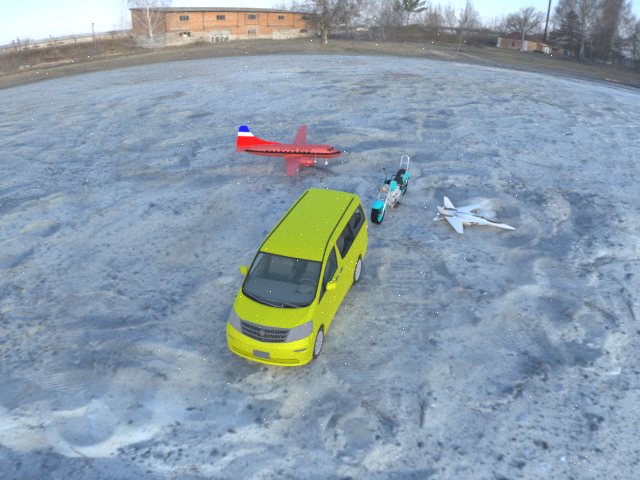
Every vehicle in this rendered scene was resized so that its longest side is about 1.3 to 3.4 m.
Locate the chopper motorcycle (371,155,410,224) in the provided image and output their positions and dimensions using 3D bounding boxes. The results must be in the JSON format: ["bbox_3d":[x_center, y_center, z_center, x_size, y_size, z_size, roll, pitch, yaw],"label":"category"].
[{"bbox_3d":[1.241,-0.892,12.286,0.466,0.761,1.563,13,32,22],"label":"chopper motorcycle"}]

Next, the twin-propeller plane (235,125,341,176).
[{"bbox_3d":[-0.632,-1.897,14.032,2.129,0.792,2.663,2,30,4],"label":"twin-propeller plane"}]

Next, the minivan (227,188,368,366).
[{"bbox_3d":[-0.232,0.410,9.539,1.324,1.197,3.011,9,31,16],"label":"minivan"}]

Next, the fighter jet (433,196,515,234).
[{"bbox_3d":[2.666,-0.405,11.905,1.358,0.286,1.147,14,32,23],"label":"fighter jet"}]
